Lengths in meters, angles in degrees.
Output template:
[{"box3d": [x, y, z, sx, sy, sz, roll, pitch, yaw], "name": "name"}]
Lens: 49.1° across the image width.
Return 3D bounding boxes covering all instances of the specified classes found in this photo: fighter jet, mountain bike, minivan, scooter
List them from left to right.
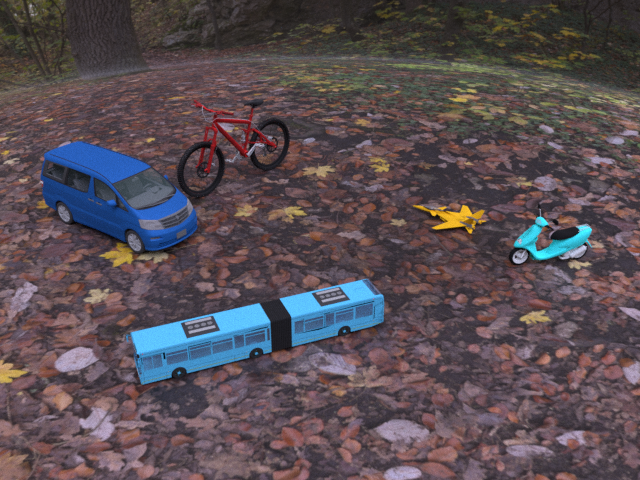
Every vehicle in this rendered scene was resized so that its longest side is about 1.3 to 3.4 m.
[{"box3d": [-3.516, -0.792, 12.156, 3.011, 1.197, 1.324, 19, 34, 30], "name": "minivan"}, {"box3d": [-1.639, -1.912, 13.670, 1.114, 1.688, 2.857, 24, 37, 37], "name": "mountain bike"}, {"box3d": [2.253, -0.509, 12.585, 1.358, 0.286, 1.147, 21, 35, 33], "name": "fighter jet"}, {"box3d": [3.695, -0.051, 11.107, 1.399, 0.919, 0.662, -5, 29, -9], "name": "scooter"}]

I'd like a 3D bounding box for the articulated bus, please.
[{"box3d": [-0.772, 1.171, 9.273, 3.401, 0.561, 0.605, -11, 31, -20], "name": "articulated bus"}]
